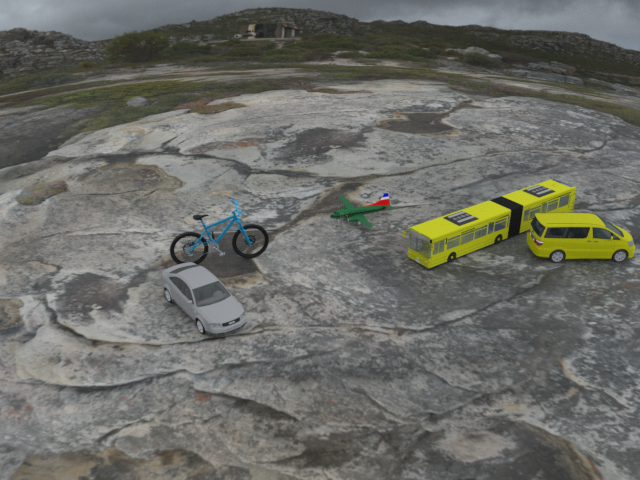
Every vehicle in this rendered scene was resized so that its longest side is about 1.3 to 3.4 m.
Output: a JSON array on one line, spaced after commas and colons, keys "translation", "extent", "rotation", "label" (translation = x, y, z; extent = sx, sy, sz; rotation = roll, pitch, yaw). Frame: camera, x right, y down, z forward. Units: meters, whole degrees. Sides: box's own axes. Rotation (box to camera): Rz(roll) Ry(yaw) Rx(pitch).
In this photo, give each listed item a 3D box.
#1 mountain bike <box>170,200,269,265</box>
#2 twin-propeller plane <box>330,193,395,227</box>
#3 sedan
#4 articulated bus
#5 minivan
[{"translation": [-1.473, -0.057, 10.273], "extent": [1.469, 0.868, 0.573], "rotation": [-8, 28, -15], "label": "mountain bike"}, {"translation": [0.679, -0.537, 11.713], "extent": [1.095, 0.407, 1.370], "rotation": [-10, 29, -18], "label": "twin-propeller plane"}, {"translation": [-1.546, 0.711, 9.196], "extent": [0.635, 0.483, 1.613], "rotation": [-18, 32, -31], "label": "sedan"}, {"translation": [2.787, -0.315, 11.112], "extent": [3.401, 0.561, 0.605], "rotation": [-18, 32, -31], "label": "articulated bus"}, {"translation": [3.954, -0.060, 10.556], "extent": [1.548, 0.616, 0.681], "rotation": [0, 27, -1], "label": "minivan"}]
